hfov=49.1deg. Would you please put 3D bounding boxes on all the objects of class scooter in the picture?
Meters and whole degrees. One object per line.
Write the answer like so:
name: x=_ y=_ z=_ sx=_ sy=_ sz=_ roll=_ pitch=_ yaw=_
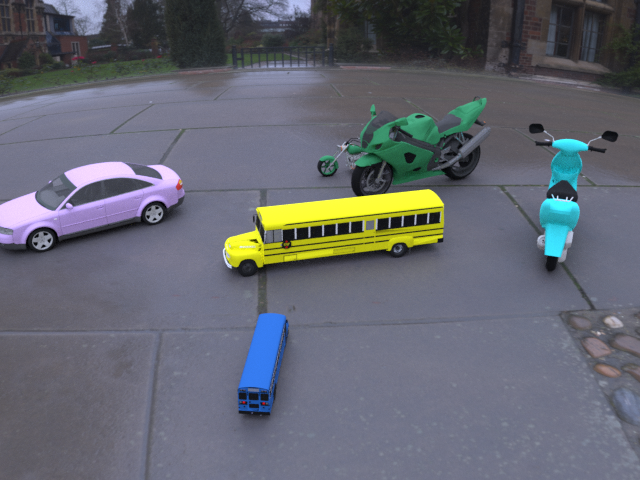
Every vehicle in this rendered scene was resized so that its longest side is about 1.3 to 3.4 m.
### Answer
scooter: x=3.721 y=-0.773 z=10.715 sx=1.288 sy=1.786 sz=2.721 roll=9 pitch=28 yaw=18

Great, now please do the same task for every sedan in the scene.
sedan: x=-3.784 y=-0.671 z=11.448 sx=3.137 sy=0.940 sz=1.235 roll=-17 pitch=31 yaw=-29

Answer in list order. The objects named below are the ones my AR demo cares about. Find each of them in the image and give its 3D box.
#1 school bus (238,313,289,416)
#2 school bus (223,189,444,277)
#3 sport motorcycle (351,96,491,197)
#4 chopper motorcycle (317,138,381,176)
school bus: x=-0.623 y=1.336 z=8.068 sx=0.365 sy=0.434 sz=1.708 roll=2 pitch=27 yaw=4
school bus: x=0.205 y=-0.143 z=10.516 sx=3.322 sy=0.844 sz=0.709 roll=-7 pitch=28 yaw=-13
sport motorcycle: x=1.826 y=-1.678 z=12.699 sx=2.955 sy=1.596 sz=0.983 roll=-15 pitch=31 yaw=-27
chopper motorcycle: x=0.708 y=-1.672 z=13.608 sx=1.563 sy=0.761 sz=0.466 roll=-8 pitch=28 yaw=-15
